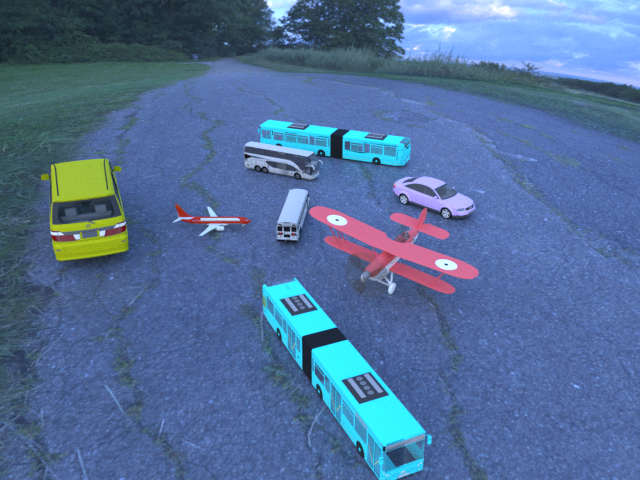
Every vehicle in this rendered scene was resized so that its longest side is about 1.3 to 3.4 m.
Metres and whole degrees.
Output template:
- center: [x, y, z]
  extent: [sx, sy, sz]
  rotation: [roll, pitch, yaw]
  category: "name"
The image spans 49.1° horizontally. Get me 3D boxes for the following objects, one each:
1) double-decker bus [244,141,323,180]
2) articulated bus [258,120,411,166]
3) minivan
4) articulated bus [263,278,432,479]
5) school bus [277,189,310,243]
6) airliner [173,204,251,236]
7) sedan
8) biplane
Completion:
- center: [-0.766, -1.605, 14.218]
  extent: [1.672, 0.541, 0.389]
  rotation: [13, 29, 24]
  category: "double-decker bus"
- center: [0.267, -2.124, 15.228]
  extent: [3.401, 0.561, 0.605]
  rotation: [11, 29, 20]
  category: "articulated bus"
- center: [-3.920, -0.703, 11.691]
  extent: [1.324, 1.197, 3.011]
  rotation: [-9, 28, -17]
  category: "minivan"
- center: [0.135, 1.446, 8.121]
  extent: [0.605, 0.561, 3.401]
  rotation: [-11, 29, -22]
  category: "articulated bus"
- center: [-0.442, -0.464, 12.064]
  extent: [0.365, 0.434, 1.708]
  rotation: [3, 27, 6]
  category: "school bus"
- center: [-1.835, -0.421, 11.985]
  extent: [1.307, 0.429, 1.161]
  rotation: [-1, 27, -1]
  category: "airliner"
- center: [2.071, -0.828, 12.735]
  extent: [1.613, 0.483, 0.635]
  rotation: [23, 35, 38]
  category: "sedan"
- center: [1.157, 0.136, 10.262]
  extent: [2.598, 0.981, 2.120]
  rotation: [15, 30, 27]
  category: "biplane"
